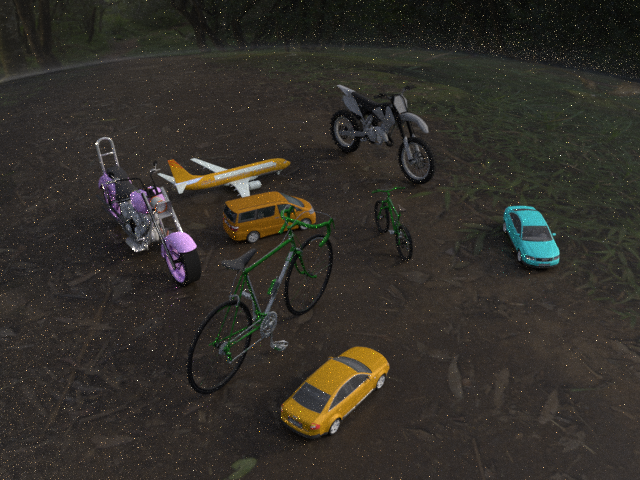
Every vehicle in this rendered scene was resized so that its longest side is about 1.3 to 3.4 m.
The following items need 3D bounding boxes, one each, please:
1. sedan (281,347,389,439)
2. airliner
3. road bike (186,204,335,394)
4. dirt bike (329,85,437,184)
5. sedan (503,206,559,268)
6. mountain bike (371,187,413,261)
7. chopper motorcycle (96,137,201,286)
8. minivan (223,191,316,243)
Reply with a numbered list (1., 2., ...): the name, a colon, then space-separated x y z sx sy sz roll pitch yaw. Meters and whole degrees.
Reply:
1. sedan: 0.211 1.676 8.133 0.635 0.483 1.613 22 37 32
2. airliner: -1.639 -1.365 13.002 2.541 0.835 2.257 -19 35 -29
3. road bike: -0.650 0.649 8.732 0.696 1.656 3.004 18 35 28
4. dirt bike: 1.185 -2.189 13.591 1.024 1.666 2.903 -23 37 -33
5. sedan: 3.376 -0.112 11.203 0.635 0.483 1.613 0 30 0
6. mountain bike: 1.166 -0.305 11.150 0.573 0.868 1.469 -9 31 -15
7. chopper motorcycle: -2.724 -0.489 10.860 0.906 1.480 3.040 -21 36 -32
8. minivan: -0.825 -0.444 11.640 1.548 0.616 0.681 -15 33 -23
